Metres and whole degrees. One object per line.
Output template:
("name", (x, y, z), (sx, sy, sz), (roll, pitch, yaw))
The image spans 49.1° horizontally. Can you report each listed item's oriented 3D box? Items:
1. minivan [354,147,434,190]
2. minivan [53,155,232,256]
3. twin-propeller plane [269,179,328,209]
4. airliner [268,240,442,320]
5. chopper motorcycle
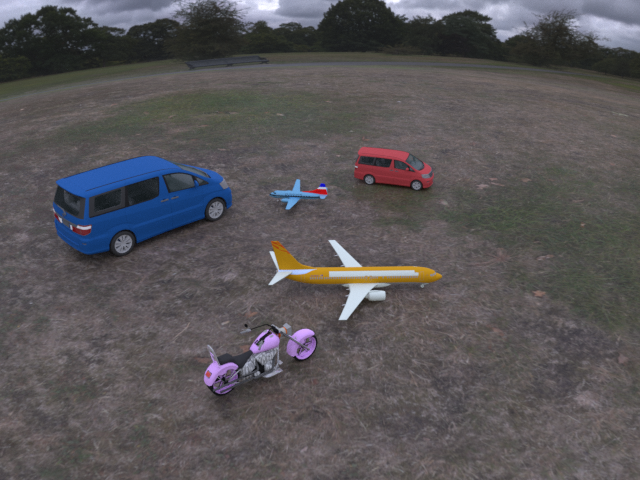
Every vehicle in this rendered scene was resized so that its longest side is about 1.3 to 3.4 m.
("minivan", (1.466, -1.421, 13.763), (1.548, 0.616, 0.681), (8, 29, 15))
("minivan", (-2.911, -0.739, 11.842), (3.011, 1.197, 1.324), (-24, 36, -38))
("twin-propeller plane", (-0.404, -0.880, 12.957), (1.095, 0.407, 1.370), (3, 28, 6))
("airliner", (0.530, 0.358, 10.143), (2.541, 0.835, 2.257), (-1, 28, -2))
("chopper motorcycle", (-0.683, 1.325, 8.383), (1.563, 0.761, 0.466), (-20, 34, -33))
